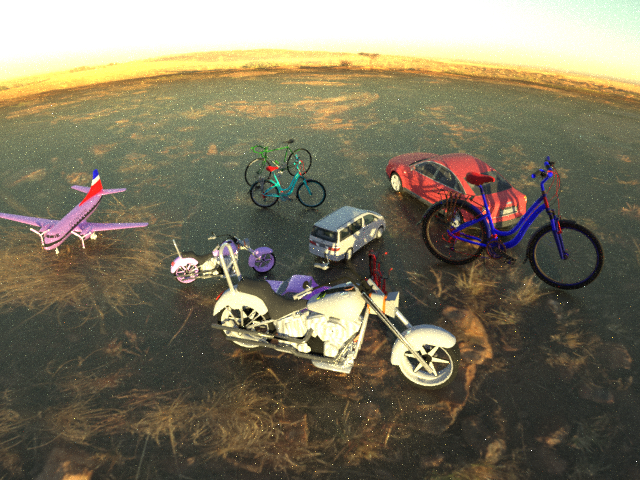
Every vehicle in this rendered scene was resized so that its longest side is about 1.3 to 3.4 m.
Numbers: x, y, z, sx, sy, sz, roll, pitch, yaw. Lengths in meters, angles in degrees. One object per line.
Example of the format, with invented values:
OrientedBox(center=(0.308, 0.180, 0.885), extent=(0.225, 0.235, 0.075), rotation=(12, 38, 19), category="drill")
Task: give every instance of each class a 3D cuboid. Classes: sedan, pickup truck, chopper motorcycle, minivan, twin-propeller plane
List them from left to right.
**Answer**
OrientedBox(center=(-4.080, -0.479, 11.681), extent=(2.663, 0.792, 2.129), rotation=(4, 28, 8), category="twin-propeller plane")
OrientedBox(center=(-1.423, 0.234, 10.337), extent=(1.563, 0.761, 0.466), rotation=(-9, 29, -17), category="chopper motorcycle")
OrientedBox(center=(-0.204, 0.797, 9.521), extent=(1.603, 0.511, 0.640), rotation=(6, 28, 12), category="pickup truck")
OrientedBox(center=(0.150, 0.894, 8.280), extent=(3.040, 1.480, 0.906), rotation=(8, 28, 15), category="chopper motorcycle")
OrientedBox(center=(0.476, -0.192, 11.318), extent=(0.681, 0.616, 1.548), rotation=(18, 32, 31), category="minivan")
OrientedBox(center=(2.369, -1.083, 12.688), extent=(1.235, 0.940, 3.137), rotation=(-14, 31, -25), category="sedan")

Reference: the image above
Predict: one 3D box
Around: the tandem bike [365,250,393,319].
OrientedBox(center=(0.829, 0.515, 9.881), extent=(0.283, 0.682, 1.642), rotation=(-2, 27, -4), category="tandem bike")

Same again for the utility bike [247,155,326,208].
OrientedBox(center=(-0.604, -1.040, 12.598), extent=(1.435, 0.946, 0.535), rotation=(0, 27, 1), category="utility bike")

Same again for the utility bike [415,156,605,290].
OrientedBox(center=(2.784, -0.343, 10.279), extent=(2.791, 1.839, 1.039), rotation=(13, 30, 24), category="utility bike")

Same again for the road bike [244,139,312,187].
OrientedBox(center=(-0.800, -1.525, 13.638), extent=(1.545, 0.852, 0.358), rotation=(-18, 32, -31), category="road bike")
